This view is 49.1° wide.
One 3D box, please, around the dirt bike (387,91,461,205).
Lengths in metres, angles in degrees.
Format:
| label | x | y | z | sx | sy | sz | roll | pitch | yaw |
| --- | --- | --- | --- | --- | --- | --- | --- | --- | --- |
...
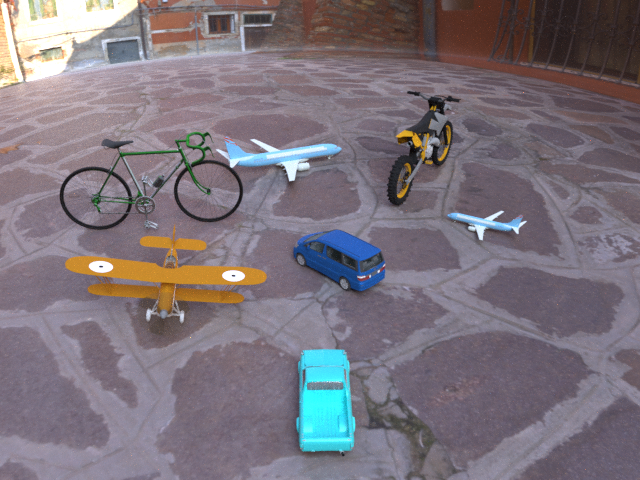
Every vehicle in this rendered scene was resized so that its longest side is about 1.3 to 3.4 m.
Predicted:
| label | x | y | z | sx | sy | sz | roll | pitch | yaw |
| --- | --- | --- | --- | --- | --- | --- | --- | --- | --- |
| dirt bike | 1.940 | -1.836 | 13.110 | 1.024 | 1.666 | 2.903 | 16 | 34 | 26 |

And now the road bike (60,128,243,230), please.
| label | x | y | z | sx | sy | sz | roll | pitch | yaw |
| --- | --- | --- | --- | --- | --- | --- | --- | --- | --- |
| road bike | -2.794 | -0.965 | 11.599 | 3.004 | 1.656 | 0.697 | -4 | 30 | -7 |

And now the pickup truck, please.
| label | x | y | z | sx | sy | sz | roll | pitch | yaw |
| --- | --- | --- | --- | --- | --- | --- | --- | --- | --- |
| pickup truck | 0.057 | 1.763 | 7.990 | 0.640 | 0.511 | 1.603 | -1 | 30 | -1 |

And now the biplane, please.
| label | x | y | z | sx | sy | sz | roll | pitch | yaw |
| --- | --- | --- | --- | --- | --- | --- | --- | --- | --- |
| biplane | -2.054 | 0.487 | 9.744 | 2.598 | 0.981 | 2.120 | -3 | 30 | -6 |

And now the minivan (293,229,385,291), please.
| label | x | y | z | sx | sy | sz | roll | pitch | yaw |
| --- | --- | --- | --- | --- | --- | --- | --- | --- | --- |
| minivan | 0.259 | 0.216 | 10.584 | 0.681 | 0.616 | 1.548 | -26 | 39 | -37 |

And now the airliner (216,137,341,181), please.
| label | x | y | z | sx | sy | sz | roll | pitch | yaw |
| --- | --- | --- | --- | --- | --- | --- | --- | --- | --- |
| airliner | -0.716 | -1.836 | 13.946 | 2.541 | 0.835 | 2.257 | -12 | 32 | -21 |

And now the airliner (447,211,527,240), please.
| label | x | y | z | sx | sy | sz | roll | pitch | yaw |
| --- | --- | --- | --- | --- | --- | --- | --- | --- | --- |
| airliner | 2.770 | -0.371 | 11.795 | 1.307 | 0.429 | 1.161 | 16 | 33 | 26 |
